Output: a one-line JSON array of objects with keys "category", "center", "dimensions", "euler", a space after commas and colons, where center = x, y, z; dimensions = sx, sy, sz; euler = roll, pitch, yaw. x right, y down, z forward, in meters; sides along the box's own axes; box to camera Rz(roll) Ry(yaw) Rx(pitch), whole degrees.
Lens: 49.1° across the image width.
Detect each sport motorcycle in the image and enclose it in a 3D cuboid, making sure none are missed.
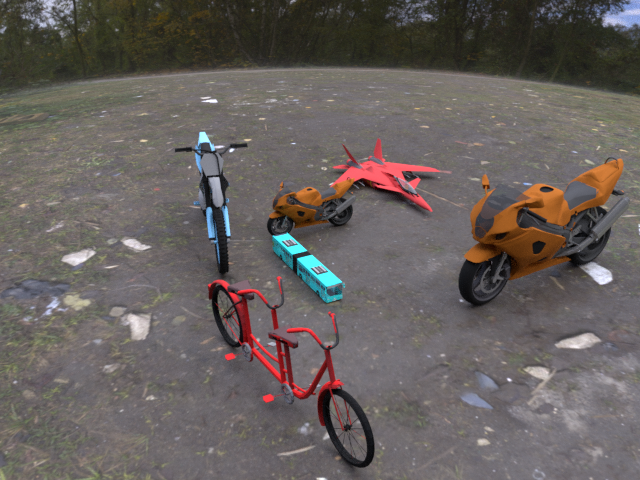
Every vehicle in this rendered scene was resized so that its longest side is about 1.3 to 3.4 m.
[{"category": "sport motorcycle", "center": [3.016, -0.150, 9.440], "dimensions": [2.955, 1.596, 0.983], "euler": [-17, 31, -30]}, {"category": "sport motorcycle", "center": [-0.133, -0.521, 11.060], "dimensions": [1.520, 0.821, 0.506], "euler": [-12, 29, -23]}]

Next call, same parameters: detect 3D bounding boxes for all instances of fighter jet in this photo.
[{"category": "fighter jet", "center": [1.309, -1.158, 12.640], "dimensions": [2.229, 0.557, 2.640], "euler": [-12, 29, -22]}]

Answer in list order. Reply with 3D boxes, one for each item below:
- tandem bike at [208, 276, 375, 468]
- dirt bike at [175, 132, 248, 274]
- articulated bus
[{"category": "tandem bike", "center": [-0.429, 1.066, 7.295], "dimensions": [0.550, 1.326, 3.192], "euler": [-17, 31, -31]}, {"category": "dirt bike", "center": [-1.613, -0.738, 10.546], "dimensions": [1.024, 1.666, 2.903], "euler": [-6, 27, -12]}, {"category": "articulated bus", "center": [-0.205, 0.362, 9.879], "dimensions": [0.311, 0.289, 1.749], "euler": [-13, 29, -25]}]
